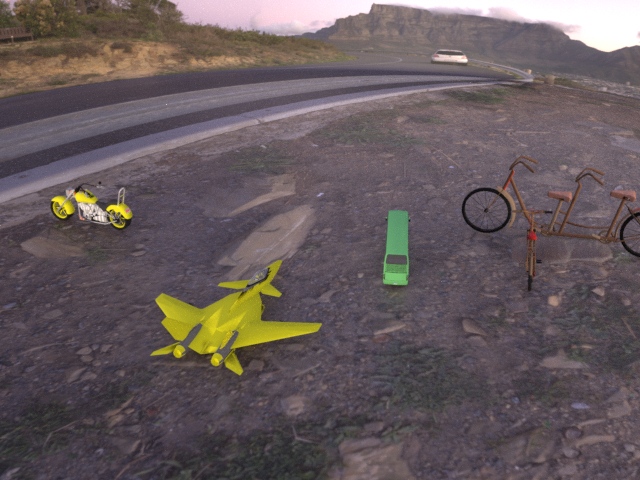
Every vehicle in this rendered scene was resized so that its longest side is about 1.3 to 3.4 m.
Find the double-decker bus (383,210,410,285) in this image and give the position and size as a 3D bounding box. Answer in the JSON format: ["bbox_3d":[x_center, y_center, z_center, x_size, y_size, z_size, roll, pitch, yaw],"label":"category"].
[{"bbox_3d":[1.122,0.067,10.204,0.389,0.541,1.672,3,27,6],"label":"double-decker bus"}]

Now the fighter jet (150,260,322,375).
[{"bbox_3d":[-0.989,0.692,8.927,2.229,0.557,2.640,9,28,17],"label":"fighter jet"}]

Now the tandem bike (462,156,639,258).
[{"bbox_3d":[3.736,-0.506,10.477,3.192,1.326,0.550,10,28,19],"label":"tandem bike"}]

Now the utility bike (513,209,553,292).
[{"bbox_3d":[2.900,0.071,9.741,0.535,0.946,1.435,7,27,14],"label":"utility bike"}]

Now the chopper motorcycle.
[{"bbox_3d":[-3.714,-0.588,11.278,1.563,0.761,0.466,10,28,20],"label":"chopper motorcycle"}]
